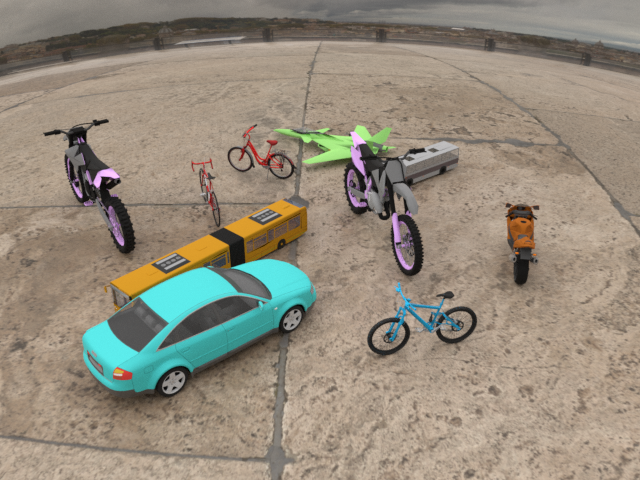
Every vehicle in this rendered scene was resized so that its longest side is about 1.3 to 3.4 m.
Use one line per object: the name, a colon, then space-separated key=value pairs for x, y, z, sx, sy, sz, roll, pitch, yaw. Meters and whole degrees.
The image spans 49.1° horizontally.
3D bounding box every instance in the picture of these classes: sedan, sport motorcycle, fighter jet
sedan: x=-1.418 y=0.904 z=8.848 sx=3.137 sy=0.940 sz=1.235 roll=-24 pitch=39 yaw=-34
sport motorcycle: x=2.996 y=0.008 z=10.456 sx=0.506 sy=0.821 sz=1.520 roll=5 pitch=31 yaw=8
fighter jet: x=0.131 y=-2.143 z=14.299 sx=2.640 sy=0.557 sz=2.229 roll=17 pitch=35 yaw=27

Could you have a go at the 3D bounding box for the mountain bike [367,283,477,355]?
mountain bike: x=1.297 y=1.008 z=8.743 sx=1.469 sy=0.868 sz=0.573 roll=-8 pitch=32 yaw=-13

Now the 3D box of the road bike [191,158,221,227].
road bike: x=-1.882 y=-0.844 z=11.847 sx=0.358 sy=0.852 sz=1.545 roll=-11 pitch=33 yaw=-17

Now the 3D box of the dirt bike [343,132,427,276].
dirt bike: x=0.959 y=-0.725 z=10.856 sx=1.024 sy=1.666 sz=2.903 roll=-10 pitch=32 yaw=-16

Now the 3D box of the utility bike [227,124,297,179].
utility bike: x=-1.118 y=-1.598 z=13.012 sx=1.435 sy=0.946 sz=0.535 roll=11 pitch=33 yaw=18

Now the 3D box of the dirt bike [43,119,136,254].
dirt bike: x=-3.667 y=-0.973 z=11.270 sx=1.024 sy=1.666 sz=2.903 roll=-20 pitch=36 yaw=-29

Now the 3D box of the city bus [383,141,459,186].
city bus: x=1.880 y=-1.393 z=13.142 sx=1.674 sy=0.460 sz=0.476 roll=-22 pitch=37 yaw=-32

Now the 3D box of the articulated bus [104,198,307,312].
articulated bus: x=-1.520 y=0.230 z=10.339 sx=0.605 sy=0.561 sz=3.401 roll=25 pitch=39 yaw=35
